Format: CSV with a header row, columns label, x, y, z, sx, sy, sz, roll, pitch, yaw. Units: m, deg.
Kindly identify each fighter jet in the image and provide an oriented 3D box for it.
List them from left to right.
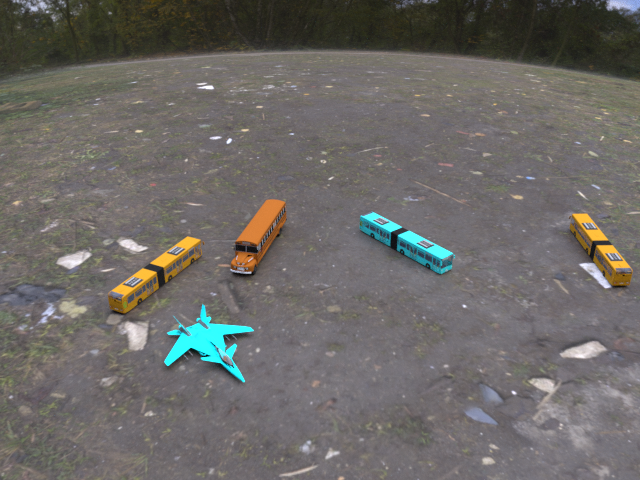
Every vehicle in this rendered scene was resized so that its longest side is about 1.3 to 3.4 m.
label,x,y,z,sx,sy,sz,roll,pitch,yaw
fighter jet,-1.236,1.231,8.184,1.147,0.286,1.358,-19,34,-31

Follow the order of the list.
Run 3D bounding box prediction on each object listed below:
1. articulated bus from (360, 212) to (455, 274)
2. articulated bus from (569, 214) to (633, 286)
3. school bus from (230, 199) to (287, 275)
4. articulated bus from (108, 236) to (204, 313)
label,x,y,z,sx,sy,sz,roll,pitch,yaw
articulated bus,1.253,0.021,10.397,0.311,0.289,1.749,-21,35,-33
articulated bus,4.074,0.108,10.237,0.311,0.289,1.749,-1,29,-1
school bus,-0.900,-0.057,10.389,0.365,0.434,1.708,7,29,12
articulated bus,-2.215,0.448,9.617,0.311,0.289,1.749,13,31,23
